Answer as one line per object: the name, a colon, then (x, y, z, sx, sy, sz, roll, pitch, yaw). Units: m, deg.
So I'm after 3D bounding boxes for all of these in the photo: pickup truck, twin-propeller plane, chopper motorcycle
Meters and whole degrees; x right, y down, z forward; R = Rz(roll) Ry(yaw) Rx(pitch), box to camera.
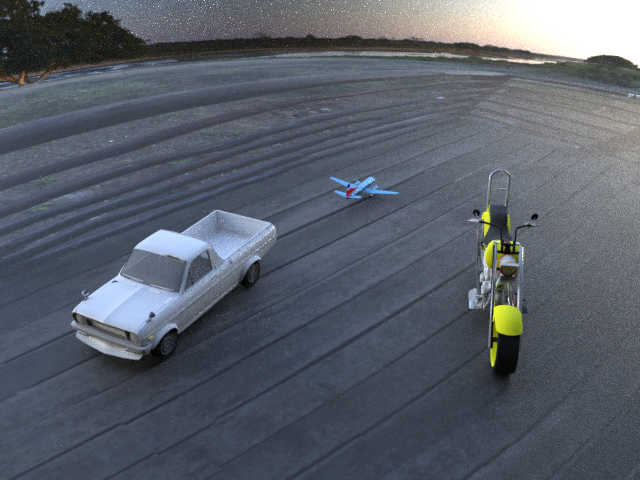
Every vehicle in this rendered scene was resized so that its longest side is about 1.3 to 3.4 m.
pickup truck: (-1.805, 0.398, 9.267, 1.244, 0.993, 3.117, 14, 31, 24)
twin-propeller plane: (0.726, -0.970, 12.450, 1.370, 0.407, 1.095, 16, 32, 27)
chopper motorcycle: (2.307, 0.303, 8.928, 0.906, 1.480, 3.040, 4, 28, 8)
